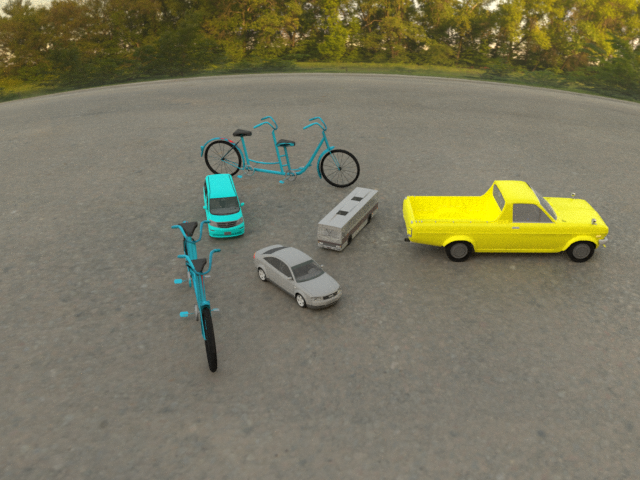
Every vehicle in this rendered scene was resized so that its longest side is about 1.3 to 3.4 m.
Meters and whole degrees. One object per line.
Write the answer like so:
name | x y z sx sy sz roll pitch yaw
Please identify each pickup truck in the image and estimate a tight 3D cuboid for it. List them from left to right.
pickup truck | 2.875 -0.356 11.041 3.117 0.993 1.244 0 27 1

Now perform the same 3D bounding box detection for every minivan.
minivan | -1.657 -0.591 11.926 0.681 0.616 1.548 -6 27 -11

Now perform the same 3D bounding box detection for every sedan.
sedan | -0.334 0.459 9.987 0.635 0.483 1.613 -20 33 -34

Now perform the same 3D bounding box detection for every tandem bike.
tandem bike | -1.616 0.408 9.154 0.550 1.326 3.192 -7 28 -14
tandem bike | -0.797 -1.716 13.373 3.192 1.326 0.550 6 27 12

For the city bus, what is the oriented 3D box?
city bus | 0.488 -0.356 11.632 0.476 0.460 1.674 12 29 22
